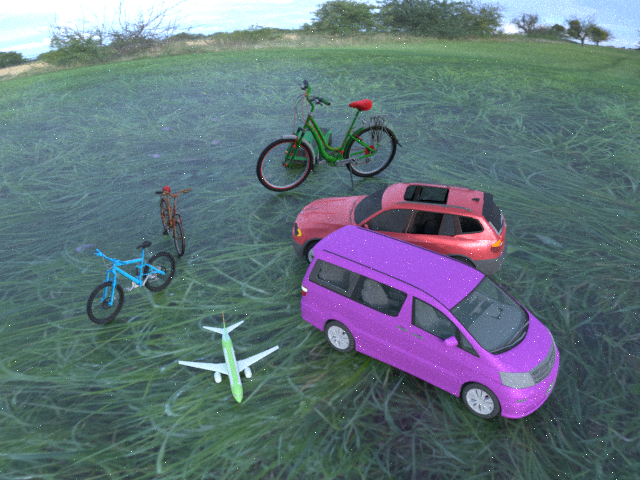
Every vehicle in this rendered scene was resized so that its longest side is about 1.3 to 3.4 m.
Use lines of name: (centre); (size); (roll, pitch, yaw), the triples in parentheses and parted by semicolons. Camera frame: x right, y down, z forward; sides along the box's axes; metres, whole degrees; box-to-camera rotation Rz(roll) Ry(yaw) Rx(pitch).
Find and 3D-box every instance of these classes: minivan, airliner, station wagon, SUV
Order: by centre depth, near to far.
airliner: (-1.017, 1.315, 7.958); (1.161, 0.429, 1.307); (-7, 30, -12)
minivan: (1.225, 0.845, 8.013); (3.011, 1.197, 1.324); (20, 35, 32)
SUV: (1.120, -0.205, 9.976); (3.058, 1.128, 1.276); (7, 30, 12)
station wagon: (-0.202, -1.967, 13.829); (0.682, 0.473, 1.597); (7, 30, 13)

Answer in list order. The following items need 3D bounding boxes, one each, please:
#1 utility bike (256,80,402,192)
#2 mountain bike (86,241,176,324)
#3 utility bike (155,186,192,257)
utility bike: (0.247, -1.748, 12.027); (2.791, 1.839, 1.039); (-12, 31, -20)
mountain bike: (-2.425, 0.471, 9.026); (0.573, 0.868, 1.469); (19, 34, 30)
utility bike: (-2.199, -0.410, 10.534); (0.535, 0.946, 1.435); (-12, 31, -21)
